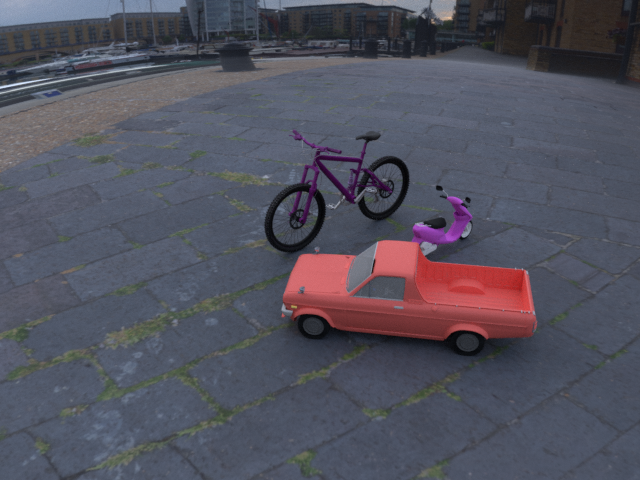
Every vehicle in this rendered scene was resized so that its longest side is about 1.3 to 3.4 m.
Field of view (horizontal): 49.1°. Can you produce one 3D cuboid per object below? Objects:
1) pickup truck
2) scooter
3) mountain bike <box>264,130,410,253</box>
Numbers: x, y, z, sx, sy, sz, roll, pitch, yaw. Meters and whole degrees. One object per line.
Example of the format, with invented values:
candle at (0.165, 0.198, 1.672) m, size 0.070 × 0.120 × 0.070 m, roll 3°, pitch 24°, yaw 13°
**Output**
pickup truck at (1.093, 0.622, 8.771) m, size 3.117 × 0.993 × 1.244 m, roll 5°, pitch 29°, yaw 9°
scooter at (1.855, -0.264, 10.495) m, size 1.399 × 0.919 × 0.662 m, roll -22°, pitch 35°, yaw -35°
mountain bike at (0.335, -0.849, 10.770) m, size 2.857 × 1.688 × 1.114 m, roll -20°, pitch 34°, yaw -33°
